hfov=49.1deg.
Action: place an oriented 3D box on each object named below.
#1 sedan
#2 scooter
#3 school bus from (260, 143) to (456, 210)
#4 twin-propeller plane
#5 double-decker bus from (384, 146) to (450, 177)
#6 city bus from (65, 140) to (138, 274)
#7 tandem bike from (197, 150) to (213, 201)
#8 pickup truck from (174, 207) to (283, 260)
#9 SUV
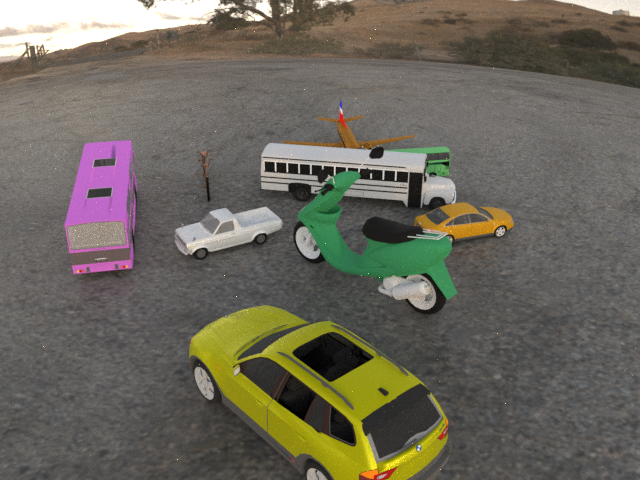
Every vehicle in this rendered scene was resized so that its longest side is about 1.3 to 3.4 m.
[{"bbox_3d":[2.249,-0.304,10.853,1.613,0.483,0.635,-9,29,-17],"label":"sedan"},{"bbox_3d":[0.633,-0.155,9.174,2.721,1.786,1.288,23,36,37],"label":"scooter"},{"bbox_3d":[0.661,-1.095,11.968,3.322,0.844,0.709,5,28,10],"label":"school bus"},{"bbox_3d":[0.555,-2.142,14.008,2.663,0.792,2.129,-4,28,-7],"label":"twin-propeller plane"},{"bbox_3d":[1.550,-1.380,12.832,1.672,0.541,0.389,-5,28,-9],"label":"double-decker bus"},{"bbox_3d":[-3.332,-0.578,10.932,0.926,0.894,3.255,-6,28,-11],"label":"city bus"},{"bbox_3d":[-2.040,-1.267,12.467,0.283,0.682,1.642,-5,28,-10],"label":"tandem bike"},{"bbox_3d":[-1.383,-0.185,10.599,1.603,0.511,0.640,-15,31,-26],"label":"pickup truck"},{"bbox_3d":[-0.124,1.399,6.932,1.276,1.128,3.058,-22,35,-35],"label":"SUV"}]
